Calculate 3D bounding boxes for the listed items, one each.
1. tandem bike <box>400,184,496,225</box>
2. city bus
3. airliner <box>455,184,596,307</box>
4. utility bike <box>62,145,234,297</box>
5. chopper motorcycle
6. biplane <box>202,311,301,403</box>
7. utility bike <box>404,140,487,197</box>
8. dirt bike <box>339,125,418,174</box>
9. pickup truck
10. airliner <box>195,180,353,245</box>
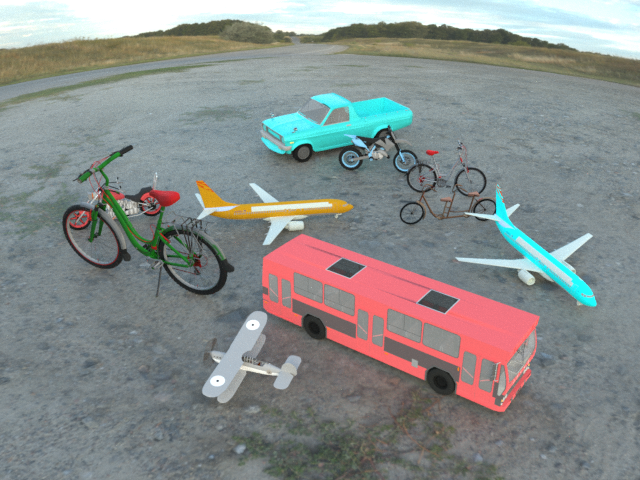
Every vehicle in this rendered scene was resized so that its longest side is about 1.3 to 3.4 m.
[{"bbox_3d":[2.086,-0.578,11.181,1.642,0.682,0.283,-3,28,-6],"label":"tandem bike"},{"bbox_3d":[0.815,0.900,8.206,3.255,0.894,0.926,19,34,31],"label":"city bus"},{"bbox_3d":[3.083,0.059,9.834,2.257,0.835,2.541,-9,30,-17],"label":"airliner"},{"bbox_3d":[-2.418,-0.170,9.199,2.791,1.839,1.039,12,31,21],"label":"utility bike"},{"bbox_3d":[-3.276,-0.620,11.176,1.563,0.761,0.466,-11,30,-19],"label":"chopper motorcycle"},{"bbox_3d":[-0.766,1.381,7.722,1.090,0.504,1.336,10,30,18],"label":"biplane"},{"bbox_3d":[2.184,-1.252,12.156,1.435,0.946,0.535,6,29,11],"label":"utility bike"},{"bbox_3d":[1.088,-1.667,13.022,1.493,0.857,0.527,4,29,8],"label":"dirt bike"},{"bbox_3d":[0.362,-2.436,14.309,3.117,0.993,1.244,-15,32,-26],"label":"pickup truck"},{"bbox_3d":[-0.702,-0.643,11.140,2.541,0.835,2.257,-5,29,-9],"label":"airliner"}]
